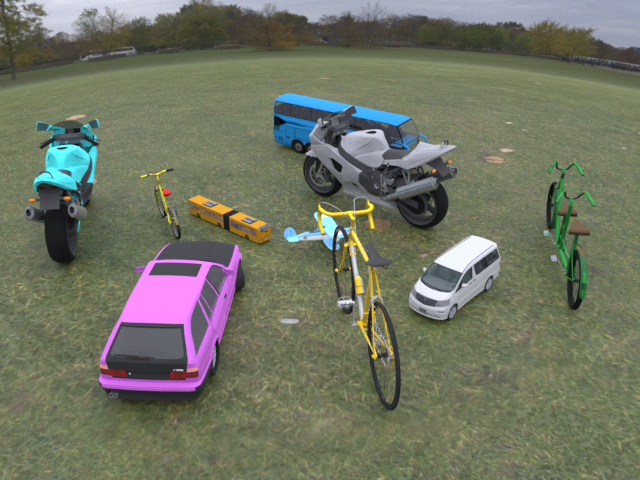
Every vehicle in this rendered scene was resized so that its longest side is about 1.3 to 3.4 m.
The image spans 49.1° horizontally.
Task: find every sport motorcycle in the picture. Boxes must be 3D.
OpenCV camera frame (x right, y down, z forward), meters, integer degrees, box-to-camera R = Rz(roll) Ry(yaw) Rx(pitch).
[{"bbox_3d":[0.883,-1.213,11.640,2.955,1.596,0.983,20,34,33],"label":"sport motorcycle"},{"bbox_3d":[-3.950,-0.863,10.981,0.983,1.596,2.955,-4,28,-8],"label":"sport motorcycle"}]

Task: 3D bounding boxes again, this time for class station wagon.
[{"bbox_3d":[-1.737,0.718,8.722,1.327,0.920,3.105,2,28,3],"label":"station wagon"}]

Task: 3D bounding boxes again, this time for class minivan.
[{"bbox_3d":[1.837,0.495,9.468,0.681,0.616,1.548,22,35,36],"label":"minivan"}]

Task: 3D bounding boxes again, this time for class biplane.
[{"bbox_3d":[-0.013,-0.098,10.703,1.090,0.504,1.336,-6,29,-12],"label":"biplane"}]

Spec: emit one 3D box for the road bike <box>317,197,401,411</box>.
[{"bbox_3d":[0.489,0.591,8.175,0.697,1.656,3.004,-5,28,-10],"label":"road bike"}]

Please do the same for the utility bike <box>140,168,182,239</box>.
[{"bbox_3d":[-2.512,-0.605,11.189,0.535,0.946,1.435,-13,31,-23],"label":"utility bike"}]

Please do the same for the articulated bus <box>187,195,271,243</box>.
[{"bbox_3d":[-1.500,-0.350,11.408,1.749,0.289,0.311,22,35,36],"label":"articulated bus"}]

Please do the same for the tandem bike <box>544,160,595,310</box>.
[{"bbox_3d":[3.549,-0.232,10.081,0.550,1.326,3.192,4,28,8],"label":"tandem bike"}]

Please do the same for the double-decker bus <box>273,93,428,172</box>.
[{"bbox_3d":[0.515,-2.129,13.949,3.251,1.052,0.756,18,33,30],"label":"double-decker bus"}]
